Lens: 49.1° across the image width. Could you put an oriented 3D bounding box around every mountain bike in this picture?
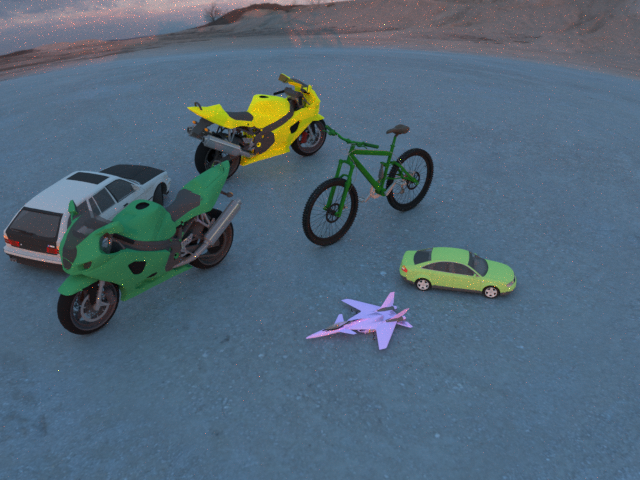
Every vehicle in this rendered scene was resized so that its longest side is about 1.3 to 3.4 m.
[{"bbox_3d":[0.830,-0.974,10.999,2.857,1.688,1.114,-23,37,-35],"label":"mountain bike"}]

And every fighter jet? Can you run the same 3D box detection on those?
[{"bbox_3d":[0.450,1.021,8.901,1.358,0.286,1.147,-12,32,-19],"label":"fighter jet"}]

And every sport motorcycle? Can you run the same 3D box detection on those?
[{"bbox_3d":[-2.231,0.049,9.287,0.983,1.596,2.955,21,36,33],"label":"sport motorcycle"},{"bbox_3d":[-1.074,-2.083,13.048,2.955,1.596,0.983,-20,35,-31],"label":"sport motorcycle"}]

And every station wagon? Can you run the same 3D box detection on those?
[{"bbox_3d":[-3.573,-0.605,11.126,1.327,0.920,3.105,10,31,17],"label":"station wagon"}]

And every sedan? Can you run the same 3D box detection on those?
[{"bbox_3d":[1.928,0.405,9.787,1.613,0.483,0.635,6,30,11],"label":"sedan"}]
